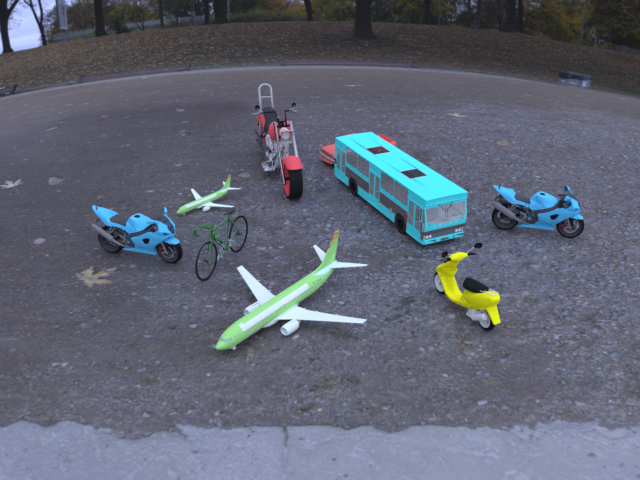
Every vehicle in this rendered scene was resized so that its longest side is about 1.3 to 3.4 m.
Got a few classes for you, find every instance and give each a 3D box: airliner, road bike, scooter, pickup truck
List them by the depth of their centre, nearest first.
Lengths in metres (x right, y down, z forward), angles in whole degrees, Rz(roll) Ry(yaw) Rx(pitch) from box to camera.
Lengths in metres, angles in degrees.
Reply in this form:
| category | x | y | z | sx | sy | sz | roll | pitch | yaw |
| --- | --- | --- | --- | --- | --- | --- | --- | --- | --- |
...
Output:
| category | x | y | z | sx | sy | sz | roll | pitch | yaw |
| --- | --- | --- | --- | --- | --- | --- | --- | --- | --- |
| airliner | -0.483 | 0.663 | 9.367 | 2.257 | 0.835 | 2.541 | 20 | 34 | 33 |
| scooter | 1.974 | 0.572 | 9.451 | 0.662 | 0.919 | 1.399 | -13 | 30 | -23 |
| road bike | -1.477 | -0.005 | 10.617 | 0.358 | 0.852 | 1.545 | 11 | 30 | 21 |
| airliner | -2.062 | -0.803 | 12.584 | 1.161 | 0.429 | 1.307 | 23 | 35 | 36 |
| pickup truck | 0.802 | -1.942 | 14.658 | 1.603 | 0.511 | 0.640 | -15 | 31 | -25 |

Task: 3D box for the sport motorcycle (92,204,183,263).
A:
| category | x | y | z | sx | sy | sz | roll | pitch | yaw |
| --- | --- | --- | --- | --- | --- | --- | --- | --- | --- |
| sport motorcycle | -2.820 | -0.098 | 10.826 | 1.520 | 0.821 | 0.506 | 9 | 29 | 17 |

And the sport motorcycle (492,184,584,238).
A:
| category | x | y | z | sx | sy | sz | roll | pitch | yaw |
| --- | --- | --- | --- | --- | --- | --- | --- | --- | --- |
| sport motorcycle | 3.597 | -0.484 | 11.558 | 1.520 | 0.821 | 0.506 | 8 | 29 | 15 |

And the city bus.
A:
| category | x | y | z | sx | sy | sz | roll | pitch | yaw |
| --- | --- | --- | --- | --- | --- | --- | --- | --- | --- |
| city bus | 1.314 | -0.968 | 12.398 | 0.926 | 0.894 | 3.255 | -12 | 30 | -22 |

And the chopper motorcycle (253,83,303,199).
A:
| category | x | y | z | sx | sy | sz | roll | pitch | yaw |
| --- | --- | --- | --- | --- | --- | --- | --- | --- | --- |
| chopper motorcycle | -0.806 | -1.978 | 13.687 | 0.906 | 1.480 | 3.040 | -7 | 29 | -13 |
